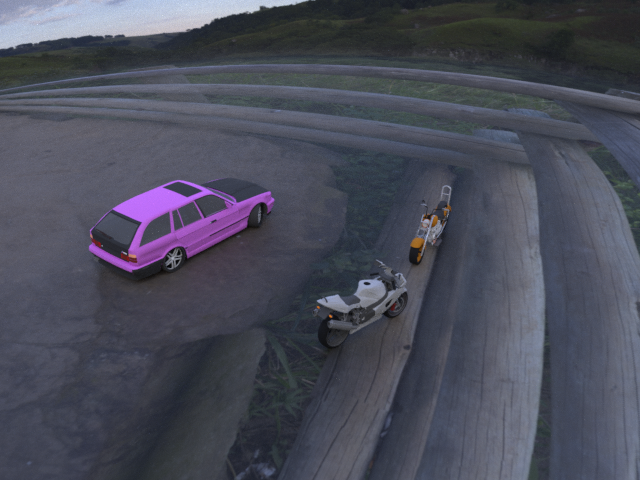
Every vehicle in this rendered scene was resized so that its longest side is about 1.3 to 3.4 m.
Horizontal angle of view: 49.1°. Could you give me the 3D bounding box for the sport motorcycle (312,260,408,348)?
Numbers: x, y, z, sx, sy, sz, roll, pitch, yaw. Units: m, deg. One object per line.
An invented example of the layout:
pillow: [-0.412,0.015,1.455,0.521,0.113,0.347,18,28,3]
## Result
sport motorcycle: [0.566,0.822,8.907,1.520,0.821,0.506,-21,35,-33]

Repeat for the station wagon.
station wagon: [-2.078,-0.421,11.076,1.327,0.920,3.105,21,35,33]

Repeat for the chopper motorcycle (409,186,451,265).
chopper motorcycle: [1.731,-0.245,10.920,0.466,0.761,1.563,14,32,24]
